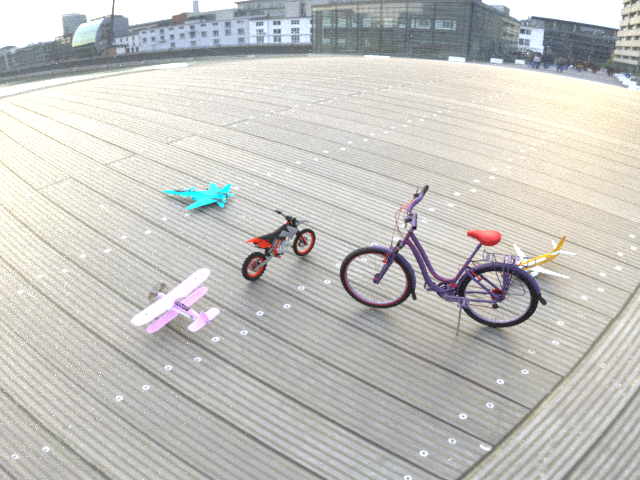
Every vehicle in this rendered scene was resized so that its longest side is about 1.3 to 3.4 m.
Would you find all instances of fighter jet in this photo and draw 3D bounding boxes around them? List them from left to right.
[{"bbox_3d":[-2.325,-0.902,13.010,1.358,0.286,1.147,8,30,13],"label":"fighter jet"}]

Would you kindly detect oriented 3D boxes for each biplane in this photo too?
[{"bbox_3d":[-1.888,0.937,9.513,1.090,0.504,1.336,22,36,34],"label":"biplane"}]

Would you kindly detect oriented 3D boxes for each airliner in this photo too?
[{"bbox_3d":[3.299,0.270,10.778,1.307,0.429,1.161,-16,33,-26],"label":"airliner"}]

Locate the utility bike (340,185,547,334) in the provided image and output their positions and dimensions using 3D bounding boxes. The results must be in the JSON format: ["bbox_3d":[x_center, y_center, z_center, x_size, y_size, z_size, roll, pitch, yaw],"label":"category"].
[{"bbox_3d":[1.591,0.354,9.189,2.791,1.839,1.039,8,30,14],"label":"utility bike"}]

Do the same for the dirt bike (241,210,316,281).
[{"bbox_3d":[-0.621,0.048,10.737,1.493,0.857,0.527,-26,38,-37],"label":"dirt bike"}]
